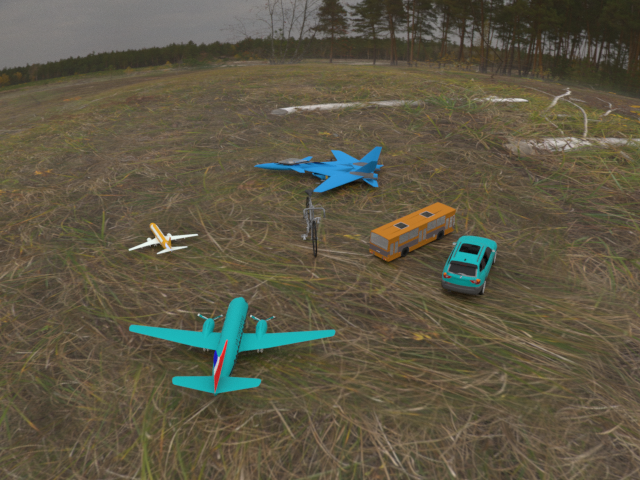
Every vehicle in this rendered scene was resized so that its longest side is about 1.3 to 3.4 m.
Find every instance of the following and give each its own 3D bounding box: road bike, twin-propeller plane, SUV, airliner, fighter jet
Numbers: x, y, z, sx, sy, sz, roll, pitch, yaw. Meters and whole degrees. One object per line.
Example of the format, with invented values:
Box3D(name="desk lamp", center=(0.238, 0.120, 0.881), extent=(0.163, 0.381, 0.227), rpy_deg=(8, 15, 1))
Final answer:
Box3D(name="road bike", center=(-0.143, -0.347, 11.626), extent=(0.358, 0.852, 1.545), rpy_deg=(-3, 28, -6))
Box3D(name="twin-propeller plane", center=(-1.142, 1.197, 8.811), extent=(2.663, 0.792, 2.129), rpy_deg=(1, 28, 2))
Box3D(name="SUV", center=(2.308, 0.292, 10.723), extent=(0.656, 0.580, 1.572), rpy_deg=(11, 30, 19))
Box3D(name="airliner", center=(-2.644, -0.110, 11.631), extent=(1.161, 0.429, 1.307), rpy_deg=(-14, 31, -24))
Box3D(name="fighter jet", center=(-0.065, -1.569, 14.217), extent=(2.640, 0.557, 2.229), rpy_deg=(5, 29, 9))

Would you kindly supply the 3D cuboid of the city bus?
Box3D(name="city bus", center=(1.559, -0.130, 11.637), extent=(1.674, 0.460, 0.476), rpy_deg=(-23, 36, -36))
